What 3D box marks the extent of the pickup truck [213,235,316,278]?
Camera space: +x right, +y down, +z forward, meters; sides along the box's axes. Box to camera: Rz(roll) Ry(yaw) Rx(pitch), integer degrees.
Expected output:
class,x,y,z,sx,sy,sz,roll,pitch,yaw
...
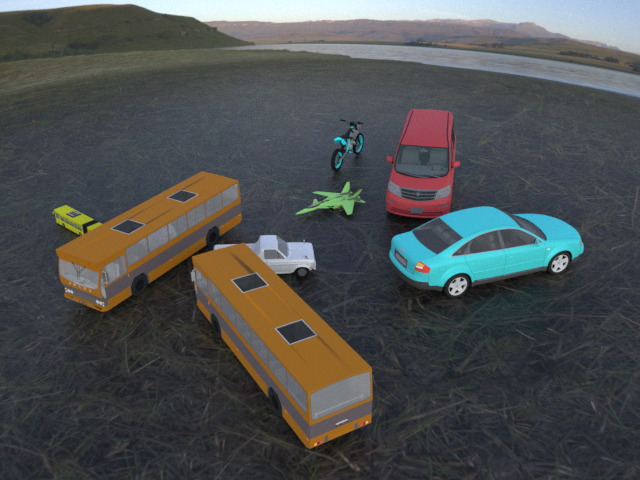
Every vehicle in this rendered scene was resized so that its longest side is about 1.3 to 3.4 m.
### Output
class,x,y,z,sx,sy,sz,roll,pitch,yaw
pickup truck,-0.864,0.237,10.769,1.603,0.511,0.640,-2,29,-4

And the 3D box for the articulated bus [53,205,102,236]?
class,x,y,z,sx,sy,sz,roll,pitch,yaw
articulated bus,-3.897,-0.197,11.798,1.749,0.289,0.311,22,36,35

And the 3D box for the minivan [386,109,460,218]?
class,x,y,z,sx,sy,sz,roll,pitch,yaw
minivan,1.967,-1.483,13.213,1.324,1.197,3.011,6,29,10

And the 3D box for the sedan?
class,x,y,z,sx,sy,sz,roll,pitch,yaw
sedan,2.599,0.027,10.705,3.137,0.940,1.235,-10,30,-18

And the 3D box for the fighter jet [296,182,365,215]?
class,x,y,z,sx,sy,sz,roll,pitch,yaw
fighter jet,0.124,-0.716,12.757,1.358,0.286,1.147,-18,33,-30

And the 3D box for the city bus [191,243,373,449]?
class,x,y,z,sx,sy,sz,roll,pitch,yaw
city bus,-0.588,1.175,8.640,0.926,0.894,3.255,-16,32,-26

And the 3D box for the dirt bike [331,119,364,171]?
class,x,y,z,sx,sy,sz,roll,pitch,yaw
dirt bike,0.581,-2.022,14.561,0.527,0.857,1.493,14,31,24

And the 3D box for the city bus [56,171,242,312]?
class,x,y,z,sx,sy,sz,roll,pitch,yaw
city bus,-2.504,-0.050,10.895,0.926,0.894,3.255,16,32,26
